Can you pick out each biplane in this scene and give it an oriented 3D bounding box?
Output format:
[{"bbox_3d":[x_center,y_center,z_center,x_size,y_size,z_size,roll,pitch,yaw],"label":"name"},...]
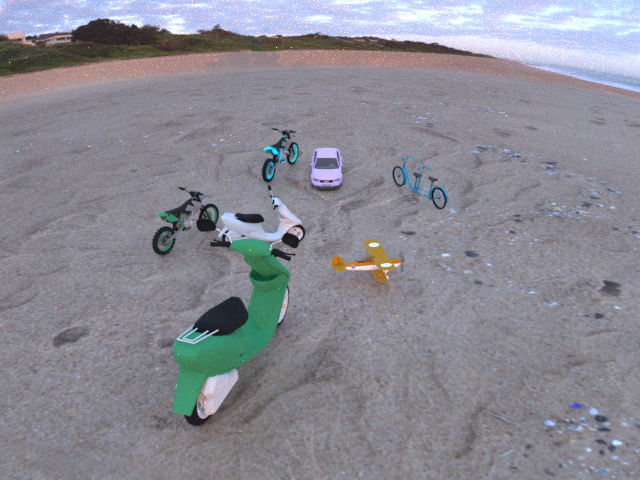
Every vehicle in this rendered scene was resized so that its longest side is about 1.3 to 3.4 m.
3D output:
[{"bbox_3d":[0.708,0.345,10.299,1.090,0.504,1.336,-3,27,-6],"label":"biplane"}]

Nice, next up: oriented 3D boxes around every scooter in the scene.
[{"bbox_3d":[-0.927,-0.325,11.148,1.399,0.919,0.662,-4,28,-8],"label":"scooter"},{"bbox_3d":[-0.938,0.775,8.061,1.288,1.786,2.721,10,29,18],"label":"scooter"}]

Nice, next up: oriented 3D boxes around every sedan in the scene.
[{"bbox_3d":[0.133,-1.480,13.870,0.635,0.483,1.613,0,27,1],"label":"sedan"}]

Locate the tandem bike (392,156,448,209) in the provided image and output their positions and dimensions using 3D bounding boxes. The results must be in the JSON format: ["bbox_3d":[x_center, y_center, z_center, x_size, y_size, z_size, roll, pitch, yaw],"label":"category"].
[{"bbox_3d":[1.832,-1.104,12.921,0.283,0.682,1.642,-15,31,-27],"label":"tandem bike"}]

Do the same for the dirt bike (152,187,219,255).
[{"bbox_3d":[-2.162,-0.358,11.279,0.527,0.857,1.493,17,32,30],"label":"dirt bike"}]

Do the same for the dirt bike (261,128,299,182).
[{"bbox_3d":[-0.789,-1.749,13.985,0.527,0.857,1.493,12,30,22],"label":"dirt bike"}]
